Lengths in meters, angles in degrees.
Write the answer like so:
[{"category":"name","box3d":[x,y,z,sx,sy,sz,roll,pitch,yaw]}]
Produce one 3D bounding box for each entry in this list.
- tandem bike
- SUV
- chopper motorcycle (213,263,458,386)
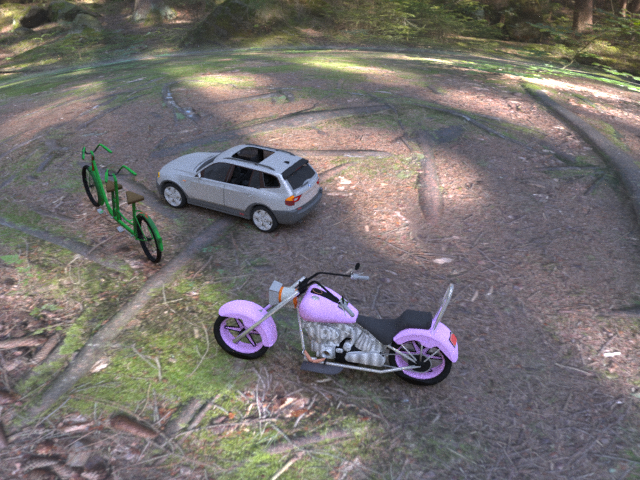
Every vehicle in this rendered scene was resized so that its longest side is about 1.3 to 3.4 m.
[{"category":"tandem bike","box3d":[-3.333,-0.700,11.473,0.550,1.326,3.192,-21,36,-31]},{"category":"SUV","box3d":[-1.458,-1.083,12.326,3.058,1.128,1.276,15,33,24]},{"category":"chopper motorcycle","box3d":[0.149,0.976,8.443,3.040,1.480,0.906,7,31,13]}]
